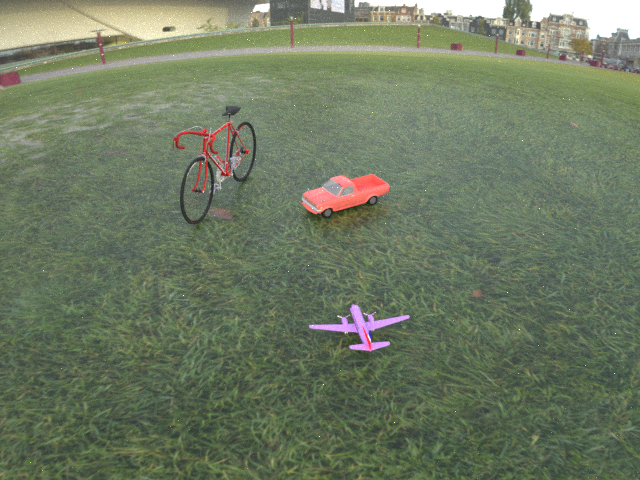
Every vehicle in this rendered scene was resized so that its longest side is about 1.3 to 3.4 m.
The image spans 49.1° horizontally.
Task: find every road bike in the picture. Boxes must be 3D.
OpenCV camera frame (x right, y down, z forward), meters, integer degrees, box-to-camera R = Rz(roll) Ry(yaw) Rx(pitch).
[{"bbox_3d":[-1.779,-1.480,12.571,0.696,1.656,3.004,10,31,17],"label":"road bike"}]

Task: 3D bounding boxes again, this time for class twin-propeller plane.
[{"bbox_3d":[0.548,1.109,9.252,1.370,0.407,1.095,-5,30,-8],"label":"twin-propeller plane"}]

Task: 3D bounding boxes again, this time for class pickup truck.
[{"bbox_3d":[0.470,-0.875,12.665,1.603,0.511,0.640,-17,33,-27],"label":"pickup truck"}]
